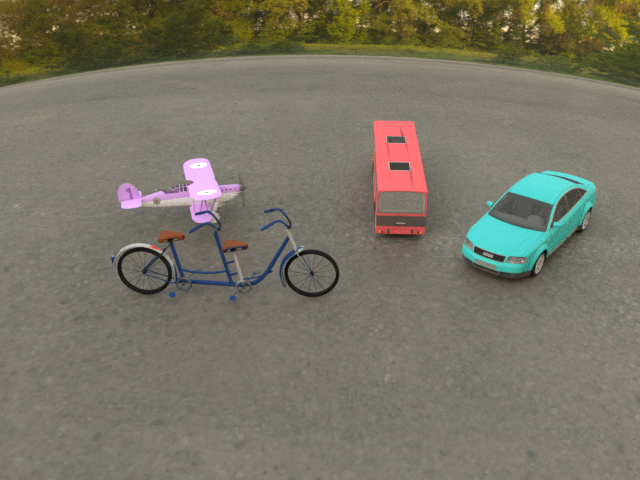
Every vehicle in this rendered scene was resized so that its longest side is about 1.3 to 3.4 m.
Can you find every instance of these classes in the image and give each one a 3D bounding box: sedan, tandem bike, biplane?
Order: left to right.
[{"bbox_3d":[-2.283,-0.761,11.736,2.120,0.981,2.598,-7,30,-12],"label":"biplane"},{"bbox_3d":[-1.323,0.213,9.657,3.192,1.326,0.550,1,29,2],"label":"tandem bike"},{"bbox_3d":[3.390,-0.401,11.139,1.235,0.940,3.137,22,36,33],"label":"sedan"}]

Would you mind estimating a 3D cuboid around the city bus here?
[{"bbox_3d":[1.369,-1.157,12.527,0.926,0.894,3.255,1,29,2],"label":"city bus"}]
